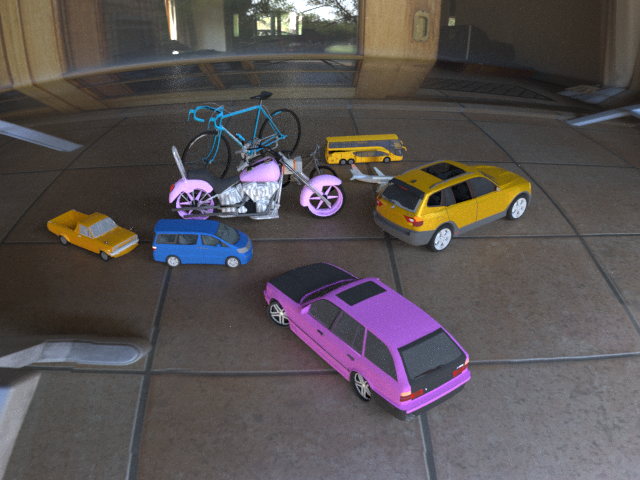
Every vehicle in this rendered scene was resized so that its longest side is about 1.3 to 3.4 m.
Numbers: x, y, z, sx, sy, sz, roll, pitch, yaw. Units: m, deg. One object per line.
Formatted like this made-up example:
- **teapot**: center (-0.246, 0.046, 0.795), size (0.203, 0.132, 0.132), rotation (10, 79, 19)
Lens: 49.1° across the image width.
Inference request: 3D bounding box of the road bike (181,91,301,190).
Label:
- **road bike**: center (-1.479, -2.026, 13.682), size (3.004, 1.656, 0.697), rotation (-25, 38, -37)

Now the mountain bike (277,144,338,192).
- **mountain bike**: center (-0.372, -1.330, 13.246), size (1.469, 0.868, 0.573), rotation (6, 30, 11)

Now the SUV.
- **SUV**: center (2.334, -0.782, 12.000), size (3.058, 1.128, 1.276), rotation (-20, 35, -31)

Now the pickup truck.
- **pickup truck**: center (-3.746, -0.152, 11.506), size (1.603, 0.511, 0.640), rotation (17, 34, 28)

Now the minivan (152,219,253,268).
- **minivan**: center (-1.849, 0.031, 11.072), size (1.548, 0.616, 0.681), rotation (1, 29, 2)

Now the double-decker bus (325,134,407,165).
- **double-decker bus**: center (0.942, -1.892, 14.584), size (1.672, 0.541, 0.389), rotation (-3, 29, -6)

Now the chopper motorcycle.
- **chopper motorcycle**: center (-1.063, -0.982, 11.997), size (3.040, 1.480, 0.906), rotation (-4, 30, -8)

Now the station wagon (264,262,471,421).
- **station wagon**: center (0.474, 1.019, 8.994), size (1.327, 0.920, 3.105), rotation (-20, 35, -31)

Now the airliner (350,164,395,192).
- **airliner**: center (1.234, -1.266, 13.580), size (1.307, 0.429, 1.161), rotation (1, 29, 1)
